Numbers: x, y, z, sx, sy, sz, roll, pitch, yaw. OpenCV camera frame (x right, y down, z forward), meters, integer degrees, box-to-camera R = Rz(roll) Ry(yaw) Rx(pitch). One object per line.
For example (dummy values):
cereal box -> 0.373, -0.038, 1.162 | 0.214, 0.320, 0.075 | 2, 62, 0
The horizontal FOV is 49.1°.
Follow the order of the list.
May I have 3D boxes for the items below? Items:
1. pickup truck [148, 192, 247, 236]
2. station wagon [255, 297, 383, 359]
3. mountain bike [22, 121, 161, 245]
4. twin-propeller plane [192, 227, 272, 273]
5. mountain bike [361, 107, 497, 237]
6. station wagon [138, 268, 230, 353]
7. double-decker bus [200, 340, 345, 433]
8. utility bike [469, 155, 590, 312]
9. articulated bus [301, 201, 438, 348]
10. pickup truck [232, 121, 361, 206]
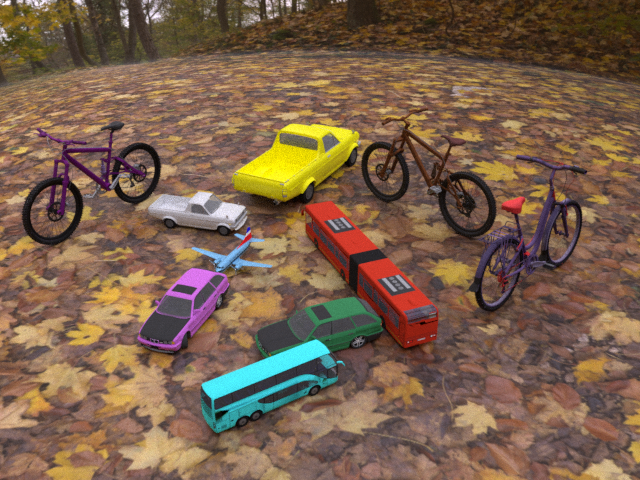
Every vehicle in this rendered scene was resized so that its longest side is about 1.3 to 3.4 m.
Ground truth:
pickup truck -> -2.034, -0.499, 11.647 | 1.603, 0.511, 0.640 | 8, 30, 14
station wagon -> -0.019, 1.107, 8.801 | 1.597, 0.473, 0.682 | -12, 31, -20
mountain bike -> -3.692, -1.074, 11.470 | 1.114, 1.688, 2.857 | 18, 34, 29
twin-propeller plane -> -1.288, 0.185, 10.524 | 1.370, 0.407, 1.095 | 12, 31, 21
mountain bike -> 1.743, -1.148, 11.603 | 1.114, 1.688, 2.857 | -24, 37, -36
station wagon -> -1.787, 0.863, 9.239 | 0.682, 0.473, 1.597 | 9, 30, 16
double-decker bus -> -0.516, 1.601, 7.844 | 1.672, 0.541, 0.389 | -17, 34, -28
utility bike -> 2.883, -0.180, 9.709 | 2.791, 1.839, 1.039 | -25, 37, -37
articulated bus -> 0.613, 0.362, 10.050 | 0.605, 0.561, 3.401 | -12, 31, -20
pickup truck -> -0.356, -1.561, 13.059 | 1.244, 0.993, 3.117 | 14, 32, 24
